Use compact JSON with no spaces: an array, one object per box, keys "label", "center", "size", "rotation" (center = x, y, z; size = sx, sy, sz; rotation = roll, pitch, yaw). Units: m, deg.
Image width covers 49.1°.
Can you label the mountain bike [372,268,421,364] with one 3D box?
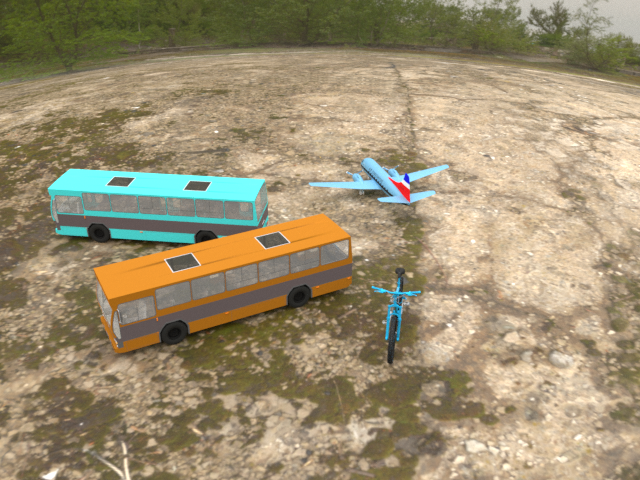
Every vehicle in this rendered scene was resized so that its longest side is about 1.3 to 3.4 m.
[{"label":"mountain bike","center":[0.937,0.832,8.605],"size":[0.573,0.868,1.469],"rotation":[5,29,9]}]

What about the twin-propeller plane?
[{"label":"twin-propeller plane","center":[1.137,-1.122,12.247],"size":[2.663,0.792,2.129],"rotation":[-9,30,-16]}]

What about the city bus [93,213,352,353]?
[{"label":"city bus","center":[-1.177,0.533,9.123],"size":[3.255,0.894,0.926],"rotation":[-14,32,-24]}]

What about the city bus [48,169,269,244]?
[{"label":"city bus","center":[-2.485,-0.475,10.960],"size":[3.255,0.894,0.926],"rotation":[4,29,7]}]
